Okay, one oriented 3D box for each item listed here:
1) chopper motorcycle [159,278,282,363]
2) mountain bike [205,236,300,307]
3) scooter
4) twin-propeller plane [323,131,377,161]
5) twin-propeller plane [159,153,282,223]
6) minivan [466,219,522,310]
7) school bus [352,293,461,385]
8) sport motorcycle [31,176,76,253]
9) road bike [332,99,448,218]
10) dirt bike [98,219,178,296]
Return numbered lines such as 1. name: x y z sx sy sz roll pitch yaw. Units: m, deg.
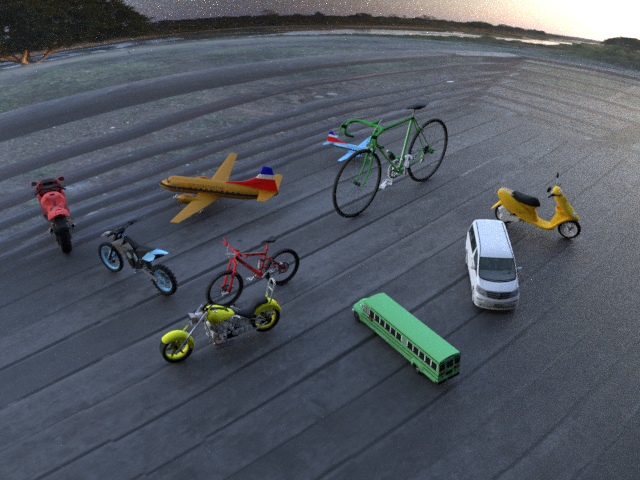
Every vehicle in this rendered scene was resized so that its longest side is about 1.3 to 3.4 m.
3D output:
1. chopper motorcycle: -1.194 0.969 8.494 1.563 0.761 0.466 -15 34 -24
2. mountain bike: -0.889 0.379 9.372 1.469 0.868 0.573 -21 37 -31
3. scooter: 3.386 -0.555 10.876 1.399 0.919 0.662 16 34 24
4. twin-propeller plane: 0.614 -1.816 13.471 1.095 0.407 1.370 17 35 26
5. twin-propeller plane: -1.715 -0.952 11.661 2.129 0.792 2.663 7 32 12
6. minivan: 2.385 0.323 9.710 0.681 0.616 1.548 3 31 4
7. school bus: 1.002 1.123 8.554 0.365 0.434 1.708 -19 36 -28
8. sport motorcycle: -4.044 -0.413 10.736 0.506 0.821 1.520 -14 34 -22
9. road bike: 1.251 -1.449 11.649 0.696 1.656 3.004 27 40 37
10. dirt bike: -2.553 0.232 9.627 1.493 0.857 0.527 19 36 28
